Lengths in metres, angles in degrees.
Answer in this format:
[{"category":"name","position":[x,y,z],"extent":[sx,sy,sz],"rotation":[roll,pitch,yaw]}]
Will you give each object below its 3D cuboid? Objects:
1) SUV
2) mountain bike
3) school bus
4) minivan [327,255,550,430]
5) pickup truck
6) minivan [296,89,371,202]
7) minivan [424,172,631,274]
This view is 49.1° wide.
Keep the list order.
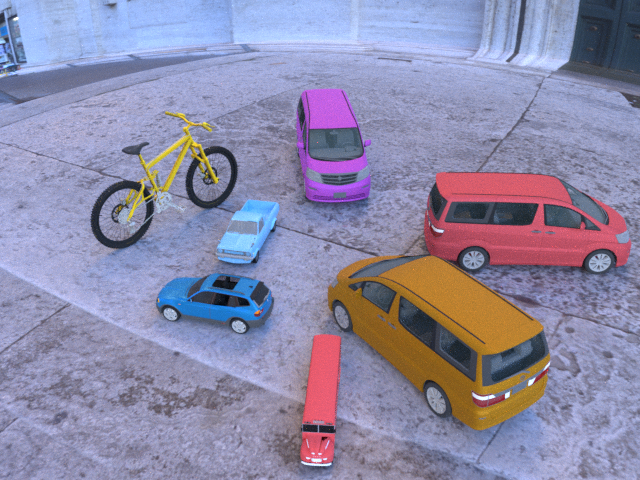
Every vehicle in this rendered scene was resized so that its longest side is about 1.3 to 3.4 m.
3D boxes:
[{"category":"SUV","position":[-1.397,0.759,9.275],"extent":[1.572,0.580,0.656],"rotation":[8,32,14]},{"category":"mountain bike","position":[-2.406,-0.975,11.101],"extent":[1.114,1.688,2.857],"rotation":[25,39,35]},{"category":"school bus","position":[0.026,1.740,7.772],"extent":[0.365,0.434,1.708],"rotation":[2,31,4]},{"category":"minivan","position":[1.281,0.922,8.400],"extent":[1.324,1.197,3.011],"rotation":[-19,36,-28]},{"category":"pickup truck","position":[-1.108,-0.199,10.949],"extent":[0.640,0.511,1.603],"rotation":[6,31,11]},{"category":"minivan","position":[0.193,-1.789,12.946],"extent":[1.324,1.197,3.011],"rotation":[-3,31,-5]},{"category":"minivan","position":[3.105,-0.308,10.462],"extent":[3.011,1.197,1.324],"rotation":[1,31,2]}]
